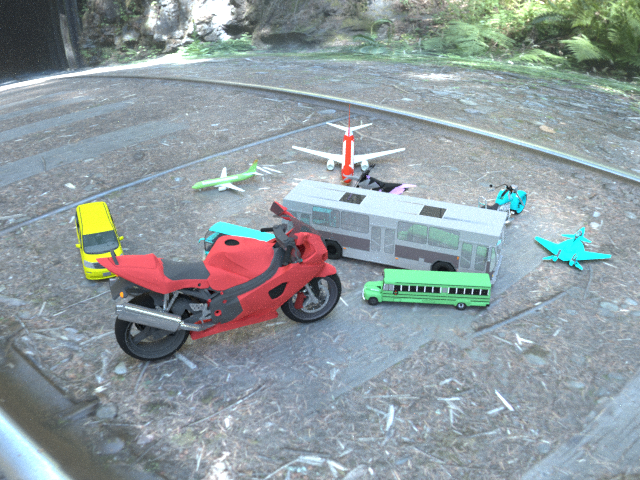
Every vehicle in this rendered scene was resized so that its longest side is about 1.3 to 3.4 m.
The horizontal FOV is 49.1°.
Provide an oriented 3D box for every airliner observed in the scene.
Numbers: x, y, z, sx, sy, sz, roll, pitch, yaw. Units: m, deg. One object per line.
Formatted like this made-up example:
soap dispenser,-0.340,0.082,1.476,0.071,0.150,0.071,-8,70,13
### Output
airliner,0.556,-1.869,13.680,2.257,0.835,2.541,1,29,3
airliner,-1.726,-1.184,12.865,1.307,0.429,1.161,-12,31,-21

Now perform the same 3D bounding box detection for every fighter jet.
fighter jet,3.960,-0.001,10.883,1.147,0.286,1.358,17,33,27

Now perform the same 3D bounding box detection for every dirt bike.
dirt bike,0.951,-0.760,11.663,1.493,0.857,0.527,12,31,21

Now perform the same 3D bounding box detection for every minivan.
minivan,-3.331,-0.002,10.547,0.681,0.616,1.548,-11,31,-19

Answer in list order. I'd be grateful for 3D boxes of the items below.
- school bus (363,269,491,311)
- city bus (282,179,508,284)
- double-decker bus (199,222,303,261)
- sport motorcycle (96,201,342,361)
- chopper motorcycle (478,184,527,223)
school bus,1.441,0.661,9.541,1.708,0.434,0.365,3,29,5
city bus,1.070,-0.122,10.477,3.255,0.894,0.926,11,31,19
double-decker bus,-0.995,0.141,10.367,1.672,0.541,0.389,14,32,23
sport motorcycle,-1.099,0.558,8.531,2.955,1.596,0.983,-11,31,-19
chopper motorcycle,2.978,-0.586,11.449,0.466,0.761,1.563,24,37,36
